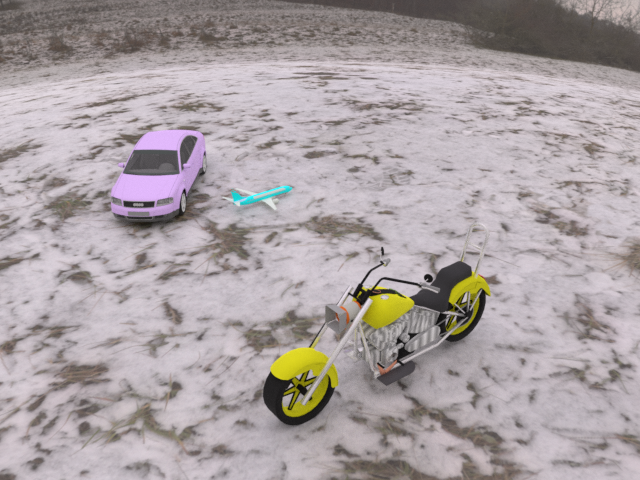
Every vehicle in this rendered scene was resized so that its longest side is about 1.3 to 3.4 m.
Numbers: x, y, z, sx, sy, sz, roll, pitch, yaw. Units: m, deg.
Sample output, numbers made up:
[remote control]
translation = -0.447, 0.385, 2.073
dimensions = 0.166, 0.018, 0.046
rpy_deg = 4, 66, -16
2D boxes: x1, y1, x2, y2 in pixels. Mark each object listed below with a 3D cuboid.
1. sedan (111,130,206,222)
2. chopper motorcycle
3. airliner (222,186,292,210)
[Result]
[sedan]
translation = -2.765, -1.280, 12.196
dimensions = 1.235, 0.940, 3.137
rpy_deg = 1, 27, 2
[chopper motorcycle]
translation = 0.718, 0.837, 7.483
dimensions = 3.040, 1.480, 0.906
rpy_deg = -19, 33, -32
[airliner]
translation = -0.983, -0.826, 11.871
dimensions = 1.307, 0.429, 1.161
rpy_deg = -21, 34, -35
